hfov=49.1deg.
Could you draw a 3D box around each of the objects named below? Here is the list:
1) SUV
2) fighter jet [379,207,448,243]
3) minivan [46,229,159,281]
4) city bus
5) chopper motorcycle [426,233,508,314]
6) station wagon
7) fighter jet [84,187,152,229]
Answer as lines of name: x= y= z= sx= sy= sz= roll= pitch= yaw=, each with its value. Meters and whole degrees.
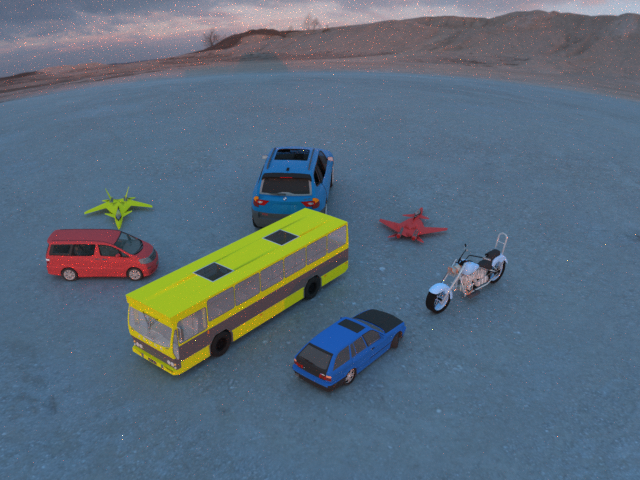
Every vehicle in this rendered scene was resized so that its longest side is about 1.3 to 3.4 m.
SUV: x=-0.427 y=-1.111 z=12.253 sx=1.276 sy=1.128 sz=3.058 roll=2 pitch=26 yaw=4
fighter jet: x=1.579 y=-0.366 z=11.696 sx=1.147 sy=0.286 sz=1.358 roll=9 pitch=28 yaw=17
minivan: x=-3.159 y=0.193 z=10.197 sx=1.548 sy=0.616 sz=0.681 roll=0 pitch=26 yaw=-1
city bus: x=-0.918 y=0.579 z=9.103 sx=0.926 sy=0.894 sz=3.255 roll=20 pitch=33 yaw=34
chopper motorcycle: x=2.025 y=0.440 z=9.534 sx=1.563 sy=0.761 sz=0.466 roll=-20 pitch=33 yaw=-35
station wagon: x=0.392 y=1.198 z=8.326 sx=0.682 sy=0.473 sz=1.597 roll=21 pitch=33 yaw=35
fighter jet: x=-3.474 y=-0.543 z=12.054 sx=1.147 sy=0.286 sz=1.358 roll=-7 pitch=27 yaw=-13
